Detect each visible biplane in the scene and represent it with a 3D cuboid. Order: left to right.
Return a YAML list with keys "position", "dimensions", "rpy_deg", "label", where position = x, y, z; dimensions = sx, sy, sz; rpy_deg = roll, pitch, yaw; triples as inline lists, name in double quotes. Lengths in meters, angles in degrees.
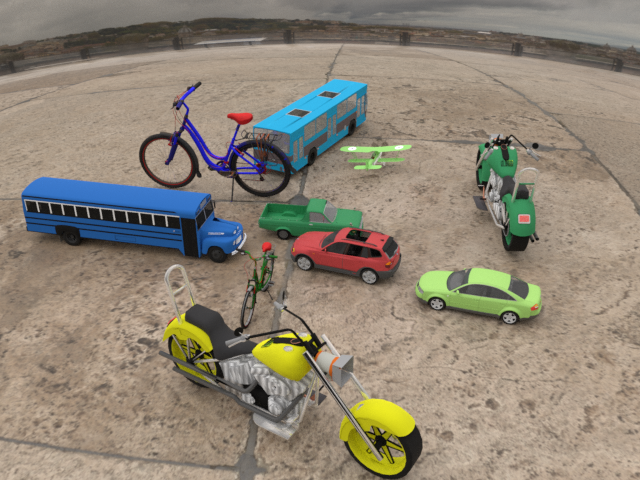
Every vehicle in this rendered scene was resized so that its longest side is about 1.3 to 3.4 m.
- position: [0.963, -1.489, 12.793]
  dimensions: [1.336, 0.504, 1.090]
  rpy_deg: [9, 31, 16]
  label: "biplane"

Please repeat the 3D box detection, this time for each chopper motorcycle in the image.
- position: [-0.386, 1.276, 6.993]
  dimensions: [3.040, 1.480, 0.906]
  rpy_deg: [17, 34, 28]
  label: "chopper motorcycle"
- position: [2.874, -1.008, 10.974]
  dimensions: [0.906, 1.480, 3.040]
  rpy_deg: [1, 30, 1]
  label: "chopper motorcycle"

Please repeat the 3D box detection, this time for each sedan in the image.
- position: [2.051, 0.649, 9.088]
  dimensions: [1.613, 0.483, 0.635]
  rpy_deg: [10, 31, 16]
  label: "sedan"

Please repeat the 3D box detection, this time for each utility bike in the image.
- position: [-1.769, -1.548, 11.555]
  dimensions: [2.791, 1.839, 1.039]
  rpy_deg: [6, 30, 10]
  label: "utility bike"
- position: [-0.739, 0.456, 8.959]
  dimensions: [0.535, 0.946, 1.435]
  rpy_deg: [6, 30, 11]
  label: "utility bike"

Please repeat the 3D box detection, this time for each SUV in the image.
- position: [0.361, 0.139, 9.879]
  dimensions: [1.572, 0.580, 0.656]
  rpy_deg: [11, 32, 19]
  label: "SUV"

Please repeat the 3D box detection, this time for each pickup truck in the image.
- position: [-0.129, -0.336, 10.776]
  dimensions: [1.603, 0.511, 0.640]
  rpy_deg: [4, 30, 8]
  label: "pickup truck"

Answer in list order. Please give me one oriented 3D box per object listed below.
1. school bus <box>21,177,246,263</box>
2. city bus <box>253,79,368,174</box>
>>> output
- position: [-2.751, -0.334, 10.437]
  dimensions: [3.322, 0.844, 0.709]
  rpy_deg: [6, 30, 11]
  label: "school bus"
- position: [-0.101, -2.253, 13.733]
  dimensions: [0.926, 0.894, 3.255]
  rpy_deg: [15, 33, 24]
  label: "city bus"
